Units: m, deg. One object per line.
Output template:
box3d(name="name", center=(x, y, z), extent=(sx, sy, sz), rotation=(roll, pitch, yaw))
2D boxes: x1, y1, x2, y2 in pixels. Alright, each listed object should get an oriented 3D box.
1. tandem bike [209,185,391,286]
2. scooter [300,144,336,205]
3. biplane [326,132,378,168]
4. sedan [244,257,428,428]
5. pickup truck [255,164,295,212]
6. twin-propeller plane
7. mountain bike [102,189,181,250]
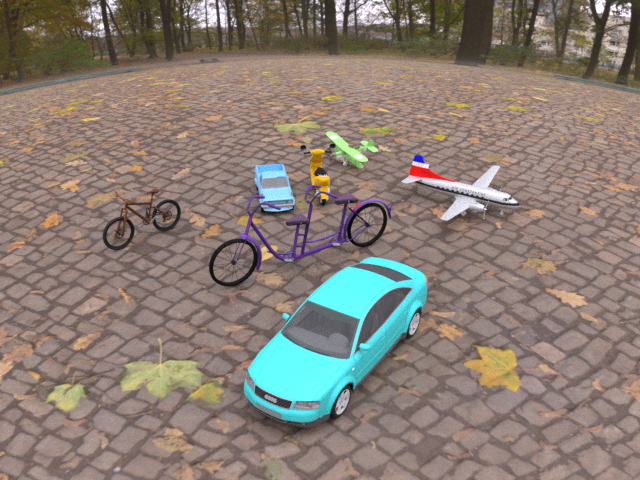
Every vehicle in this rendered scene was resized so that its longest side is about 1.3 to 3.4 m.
box3d(name="tandem bike", center=(-0.214, -0.199, 10.609), extent=(3.192, 1.326, 0.550), rotation=(-16, 33, -27))
box3d(name="scooter", center=(-0.014, -1.280, 12.977), extent=(0.662, 0.919, 1.399), rotation=(-4, 29, -7))
box3d(name="biplane", center=(0.674, -1.820, 14.379), extent=(1.090, 0.504, 1.336), rotation=(-17, 33, -28))
box3d(name="sedan", center=(0.285, 1.072, 8.713), extent=(1.235, 0.940, 3.137), rotation=(17, 33, 28))
box3d(name="pickup truck", center=(-0.859, -1.032, 12.951), extent=(0.640, 0.511, 1.603), rotation=(-5, 29, -8))
box3d(name="twin-propeller plane", center=(2.565, -0.979, 12.566), extent=(2.129, 0.792, 2.663), rotation=(16, 33, 27))
box3d(name="mountain bike", center=(-2.908, -0.397, 11.437), extent=(0.573, 0.868, 1.469), rotation=(26, 38, 38))
